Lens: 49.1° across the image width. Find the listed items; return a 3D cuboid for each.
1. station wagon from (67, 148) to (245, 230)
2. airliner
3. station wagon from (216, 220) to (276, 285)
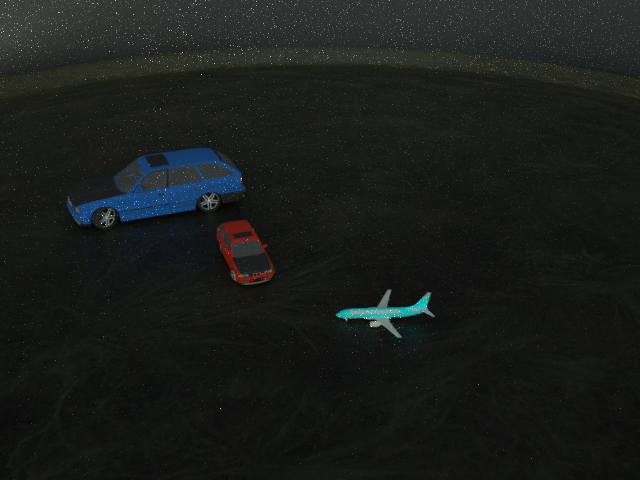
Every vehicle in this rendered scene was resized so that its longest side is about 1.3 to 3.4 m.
[{"bbox_3d":[-2.965,-1.010,12.631,3.105,0.920,1.327,-11,30,-20],"label":"station wagon"},{"bbox_3d":[0.869,0.907,9.522,1.307,0.429,1.161,-1,28,-2],"label":"airliner"},{"bbox_3d":[-1.186,0.142,10.926,0.682,0.473,1.597,-9,29,-17],"label":"station wagon"}]
